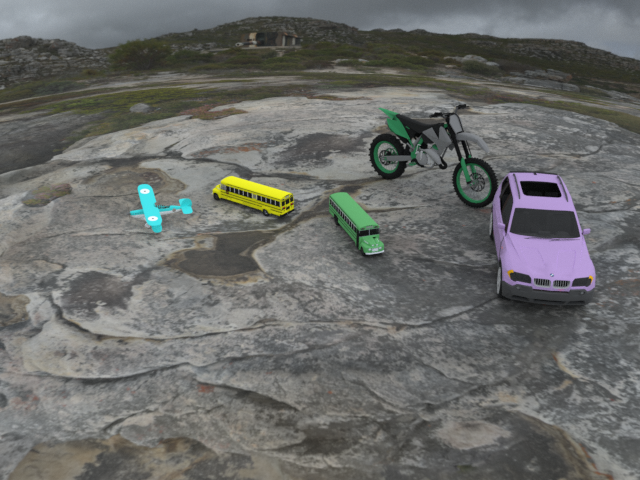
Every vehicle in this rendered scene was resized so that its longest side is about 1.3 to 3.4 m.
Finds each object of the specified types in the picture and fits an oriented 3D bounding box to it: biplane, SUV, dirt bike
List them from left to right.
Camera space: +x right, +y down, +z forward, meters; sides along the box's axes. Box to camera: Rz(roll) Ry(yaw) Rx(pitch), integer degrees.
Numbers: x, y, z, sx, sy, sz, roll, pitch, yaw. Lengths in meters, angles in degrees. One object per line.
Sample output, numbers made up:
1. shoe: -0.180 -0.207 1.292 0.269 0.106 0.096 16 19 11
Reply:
1. biplane: -2.687 -0.490 11.752 1.090 0.504 1.336 -9 28 -18
2. dirt bike: 2.029 -1.648 12.789 1.024 1.666 2.903 -24 35 -39
3. SUV: 3.210 -0.122 10.298 1.276 1.128 3.058 4 27 8

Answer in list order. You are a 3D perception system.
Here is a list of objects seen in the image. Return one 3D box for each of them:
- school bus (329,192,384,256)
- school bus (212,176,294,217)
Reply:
1. school bus: 0.584 -0.271 11.386 0.365 0.434 1.708 -8 27 -17
2. school bus: -1.229 -0.791 12.442 1.708 0.434 0.365 18 31 32
